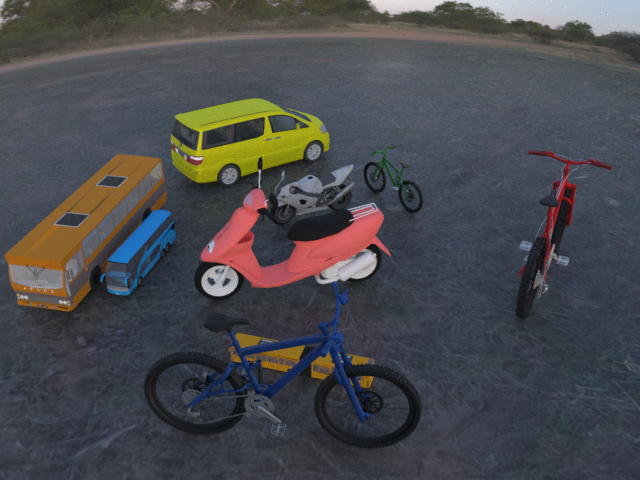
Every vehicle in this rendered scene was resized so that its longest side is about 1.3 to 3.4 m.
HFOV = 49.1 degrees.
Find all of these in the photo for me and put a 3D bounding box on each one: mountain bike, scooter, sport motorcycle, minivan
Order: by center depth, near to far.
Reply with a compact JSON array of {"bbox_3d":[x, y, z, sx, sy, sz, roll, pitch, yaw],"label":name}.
[{"bbox_3d":[-0.402,1.389,6.994,2.857,1.688,1.114,3,31,5],"label":"mountain bike"},{"bbox_3d":[-0.359,-0.080,9.344,2.721,1.786,1.288,-7,32,-11],"label":"scooter"},{"bbox_3d":[3.162,-0.166,9.583,1.114,1.688,2.857,15,34,24],"label":"mountain bike"},{"bbox_3d":[-0.124,-0.746,11.389,1.520,0.821,0.506,-16,34,-24],"label":"sport motorcycle"},{"bbox_3d":[1.229,-1.037,11.829,0.573,0.868,1.469,-21,37,-31],"label":"mountain bike"},{"bbox_3d":[-1.232,-1.952,13.032,3.011,1.197,1.324,-20,36,-29],"label":"minivan"}]

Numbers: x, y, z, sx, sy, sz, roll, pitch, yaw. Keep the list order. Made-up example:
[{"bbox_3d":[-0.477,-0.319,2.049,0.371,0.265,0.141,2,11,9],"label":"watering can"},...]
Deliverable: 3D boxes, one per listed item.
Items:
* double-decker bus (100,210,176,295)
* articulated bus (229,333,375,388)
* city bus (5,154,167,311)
[{"bbox_3d":[-2.584,0.177,10.126,0.389,0.541,1.672,7,32,12],"label":"double-decker bus"},{"bbox_3d":[-0.231,1.421,8.300,1.749,0.289,0.311,9,32,14],"label":"articulated bus"},{"bbox_3d":[-3.309,-0.200,10.410,0.926,0.894,3.255,6,32,10],"label":"city bus"}]
